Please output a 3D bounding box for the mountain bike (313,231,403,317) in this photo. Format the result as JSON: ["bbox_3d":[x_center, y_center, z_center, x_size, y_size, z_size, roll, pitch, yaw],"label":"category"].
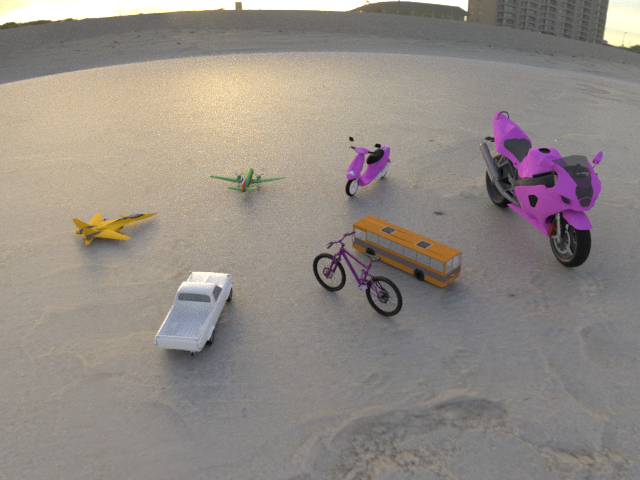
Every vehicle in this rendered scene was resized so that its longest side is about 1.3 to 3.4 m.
[{"bbox_3d":[0.474,0.445,9.172,1.469,0.868,0.573,22,36,35],"label":"mountain bike"}]

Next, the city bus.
[{"bbox_3d":[1.220,0.159,10.117,1.674,0.460,0.476,25,37,37],"label":"city bus"}]

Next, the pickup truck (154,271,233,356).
[{"bbox_3d":[-1.559,0.840,8.824,0.640,0.511,1.603,4,29,7],"label":"pickup truck"}]

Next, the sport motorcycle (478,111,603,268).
[{"bbox_3d":[3.328,-0.847,10.767,0.983,1.596,2.955,-7,30,-12],"label":"sport motorcycle"}]

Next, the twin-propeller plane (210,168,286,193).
[{"bbox_3d":[-1.306,-1.114,12.489,1.370,0.407,1.095,1,29,3],"label":"twin-propeller plane"}]

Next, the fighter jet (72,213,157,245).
[{"bbox_3d":[-3.212,-0.318,11.165,1.358,0.286,1.147,-21,35,-33],"label":"fighter jet"}]

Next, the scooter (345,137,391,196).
[{"bbox_3d":[0.868,-1.388,12.456,0.662,0.919,1.399,20,34,31],"label":"scooter"}]
